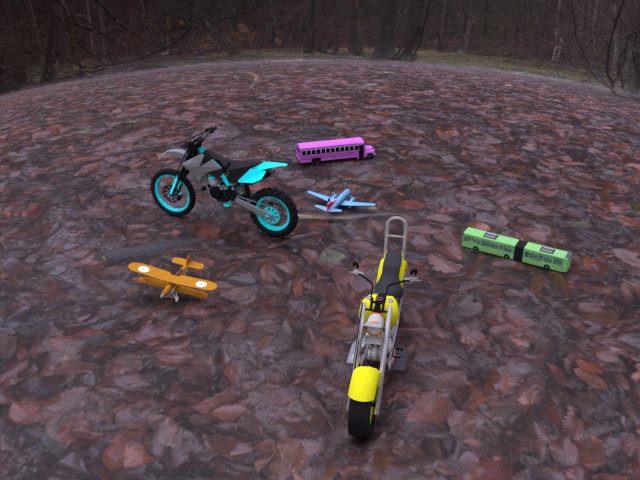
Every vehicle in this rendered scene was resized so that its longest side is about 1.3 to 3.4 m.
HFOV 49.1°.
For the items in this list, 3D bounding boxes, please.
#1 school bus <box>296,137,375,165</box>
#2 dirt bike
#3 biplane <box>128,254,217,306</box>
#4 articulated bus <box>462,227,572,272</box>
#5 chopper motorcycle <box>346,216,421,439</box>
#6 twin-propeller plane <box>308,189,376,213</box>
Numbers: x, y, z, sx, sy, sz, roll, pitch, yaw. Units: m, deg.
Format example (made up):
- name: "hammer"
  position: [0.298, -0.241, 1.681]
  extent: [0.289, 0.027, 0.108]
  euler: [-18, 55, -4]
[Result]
- name: "school bus"
  position: [0.353, -1.913, 14.987]
  extent: [1.708, 0.434, 0.365]
  euler: [-8, 30, -14]
- name: "dirt bike"
  position: [-1.715, -0.975, 12.007]
  extent: [2.903, 1.666, 1.024]
  euler: [11, 31, 20]
- name: "biplane"
  position: [-2.108, 0.576, 10.395]
  extent: [1.336, 0.504, 1.090]
  euler: [6, 29, 11]
- name: "articulated bus"
  position: [3.168, 0.150, 11.392]
  extent: [1.749, 0.289, 0.311]
  euler: [16, 33, 26]
- name: "chopper motorcycle"
  position: [0.744, 0.969, 8.669]
  extent: [0.906, 1.480, 3.040]
  euler: [6, 29, 11]
- name: "twin-propeller plane"
  position: [0.351, -0.769, 12.938]
  extent: [1.370, 0.407, 1.095]
  euler: [13, 31, 22]
